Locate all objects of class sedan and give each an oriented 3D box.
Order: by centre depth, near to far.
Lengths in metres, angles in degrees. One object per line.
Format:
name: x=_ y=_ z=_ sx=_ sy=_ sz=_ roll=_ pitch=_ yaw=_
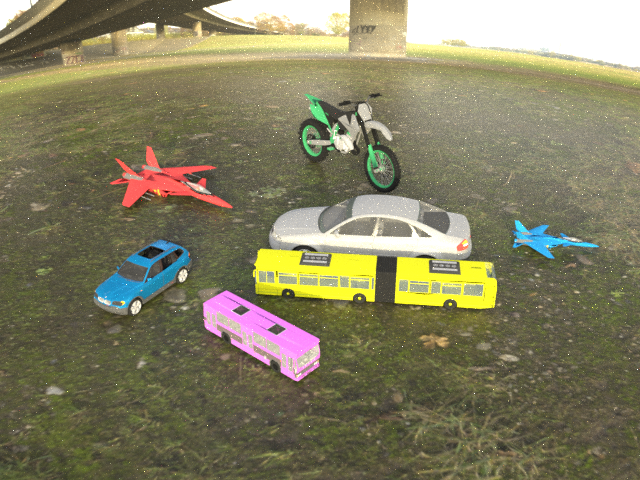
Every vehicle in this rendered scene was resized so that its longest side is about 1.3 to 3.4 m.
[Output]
sedan: x=0.764 y=-0.160 z=10.838 sx=3.137 sy=0.940 sz=1.235 roll=4 pitch=29 yaw=8

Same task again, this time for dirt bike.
dirt bike: x=0.526 y=-2.011 z=13.494 sx=1.024 sy=1.666 sz=2.903 roll=-22 pitch=35 yaw=-34

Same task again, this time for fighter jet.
fighter jet: x=3.811 y=-0.038 z=11.299 sx=1.358 sy=0.286 sz=1.147 roll=6 pitch=29 yaw=10
fighter jet: x=-2.608 y=-1.092 z=12.961 sx=2.640 sy=0.557 sz=2.229 roll=19 pitch=34 yaw=31

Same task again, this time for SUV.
SUV: x=-2.516 y=0.493 z=10.010 sx=0.656 sy=0.580 sz=1.572 roll=16 pitch=32 yaw=27

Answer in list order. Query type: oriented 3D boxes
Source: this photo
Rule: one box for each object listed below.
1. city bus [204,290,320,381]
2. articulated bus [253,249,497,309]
city bus: x=-0.761 y=1.198 z=8.835 sx=1.674 sy=0.460 sz=0.476 roll=23 pitch=36 yaw=35
articulated bus: x=0.743 y=0.545 z=9.935 sx=3.401 sy=0.561 sz=0.605 roll=3 pitch=29 yaw=6
